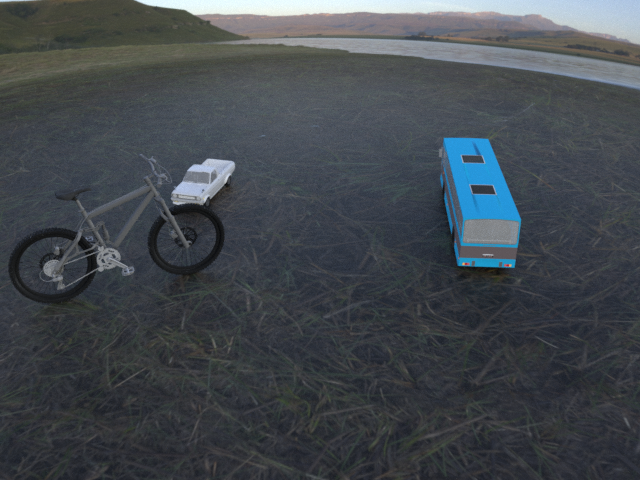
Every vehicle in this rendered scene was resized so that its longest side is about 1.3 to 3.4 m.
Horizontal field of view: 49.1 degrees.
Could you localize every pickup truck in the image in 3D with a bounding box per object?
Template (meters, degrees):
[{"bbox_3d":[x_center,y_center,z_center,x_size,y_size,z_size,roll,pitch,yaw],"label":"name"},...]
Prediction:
[{"bbox_3d":[-2.039,-1.067,12.350,0.640,0.511,1.603,7,29,13],"label":"pickup truck"}]

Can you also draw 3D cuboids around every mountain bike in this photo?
[{"bbox_3d":[-2.659,-0.094,9.294,2.857,1.688,1.114,-12,31,-21],"label":"mountain bike"}]

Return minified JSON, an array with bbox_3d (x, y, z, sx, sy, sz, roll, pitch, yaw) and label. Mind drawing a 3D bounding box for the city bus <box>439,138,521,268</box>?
[{"bbox_3d":[2.468,-0.653,11.173,0.926,0.894,3.255,2,28,4],"label":"city bus"}]
